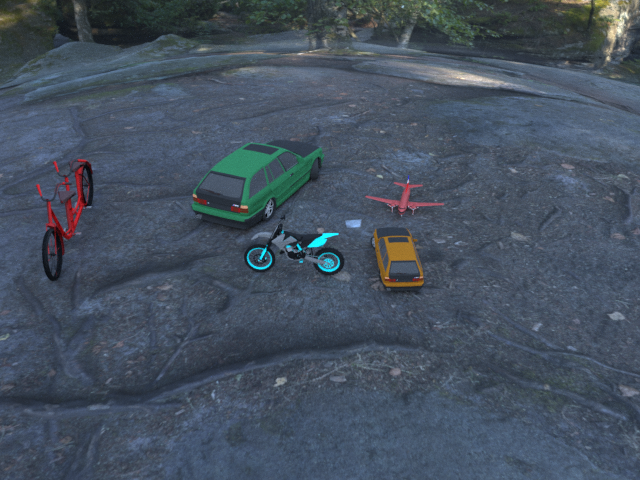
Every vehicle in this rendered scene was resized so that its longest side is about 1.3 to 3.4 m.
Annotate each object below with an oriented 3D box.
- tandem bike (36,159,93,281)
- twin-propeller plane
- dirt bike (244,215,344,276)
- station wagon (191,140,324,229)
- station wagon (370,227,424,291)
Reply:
[{"bbox_3d":[-3.980,-0.620,11.083,0.550,1.326,3.192,-2,30,-4],"label":"tandem bike"},{"bbox_3d":[1.489,-0.766,12.256,1.370,0.407,1.095,6,31,11],"label":"twin-propeller plane"},{"bbox_3d":[-0.385,0.130,10.249,1.493,0.857,0.527,2,30,4],"label":"dirt bike"},{"bbox_3d":[-1.007,-1.243,12.569,1.327,0.920,3.105,14,33,22],"label":"station wagon"},{"bbox_3d":[1.162,0.179,10.548,0.682,0.473,1.597,-1,30,-2],"label":"station wagon"}]
